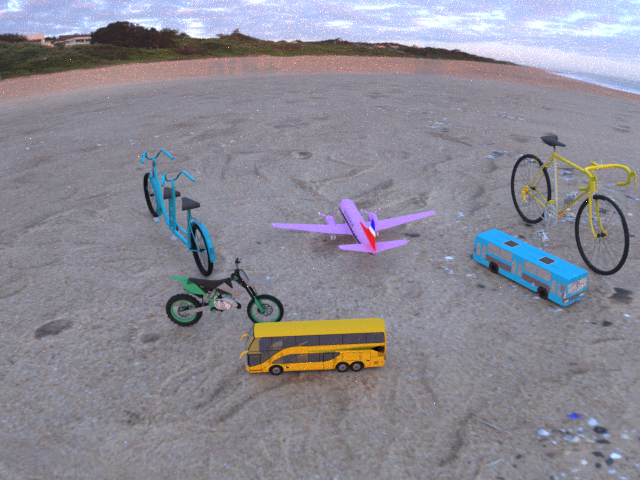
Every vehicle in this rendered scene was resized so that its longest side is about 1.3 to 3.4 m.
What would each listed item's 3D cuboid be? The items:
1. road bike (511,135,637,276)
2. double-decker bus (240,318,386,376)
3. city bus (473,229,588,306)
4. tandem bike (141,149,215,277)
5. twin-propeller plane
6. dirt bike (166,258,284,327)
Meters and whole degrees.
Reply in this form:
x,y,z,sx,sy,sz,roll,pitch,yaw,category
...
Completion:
x,y,z,sx,sy,sz,roll,pitch,yaw,category
3.736,-0.677,10.664,0.696,1.656,3.004,-7,27,-15,road bike
-0.076,1.217,8.042,1.672,0.541,0.389,-2,26,-4,double-decker bus
2.918,0.376,9.865,0.476,0.460,1.674,-17,31,-31,city bus
-2.248,-0.536,10.752,0.550,1.326,3.192,-14,29,-26,tandem bike
0.591,-0.312,10.902,2.663,0.792,2.129,-5,26,-10,twin-propeller plane
-1.197,0.710,8.723,1.493,0.857,0.527,1,26,2,dirt bike
